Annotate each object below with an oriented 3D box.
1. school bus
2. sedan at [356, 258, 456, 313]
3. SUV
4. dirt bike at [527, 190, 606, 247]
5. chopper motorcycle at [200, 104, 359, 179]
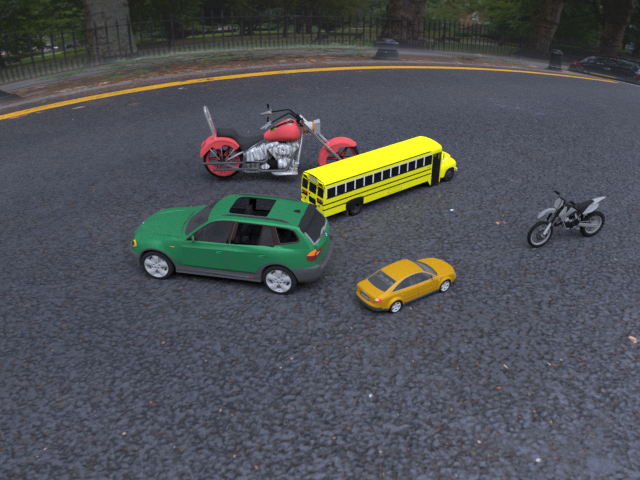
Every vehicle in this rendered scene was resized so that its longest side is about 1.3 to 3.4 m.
[{"bbox_3d":[1.184,-1.209,12.785,3.322,0.844,0.709,-20,36,-31],"label":"school bus"},{"bbox_3d":[1.270,0.564,10.096,1.613,0.483,0.635,-19,35,-29],"label":"sedan"},{"bbox_3d":[-1.332,-0.072,10.548,3.058,1.128,1.276,6,31,11],"label":"SUV"},{"bbox_3d":[4.012,-0.342,11.281,1.493,0.857,0.527,-11,32,-18],"label":"dirt bike"},{"bbox_3d":[-0.753,-1.852,13.259,3.040,1.480,0.906,-2,30,-4],"label":"chopper motorcycle"}]
